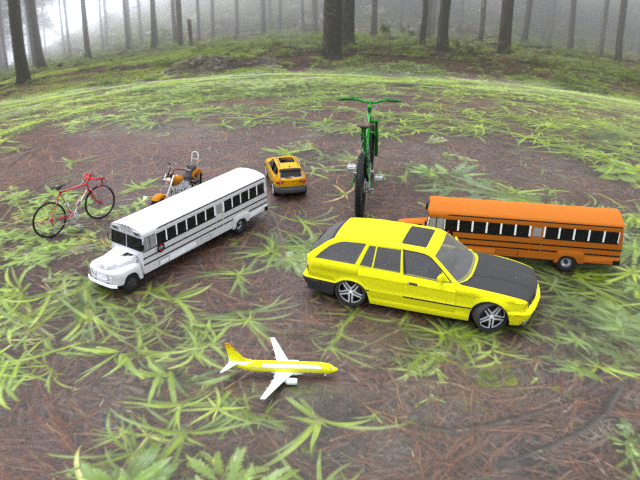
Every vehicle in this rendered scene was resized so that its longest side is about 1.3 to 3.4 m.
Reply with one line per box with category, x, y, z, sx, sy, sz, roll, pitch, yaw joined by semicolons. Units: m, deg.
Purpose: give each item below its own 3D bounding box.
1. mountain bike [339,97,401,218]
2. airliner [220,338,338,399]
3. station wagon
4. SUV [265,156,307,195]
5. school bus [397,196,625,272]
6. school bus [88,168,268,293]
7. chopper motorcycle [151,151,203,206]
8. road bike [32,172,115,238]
mountain bike;0.829;-1.567;12.505;1.114;1.688;2.857;4;26;8
airliner;-0.448;1.358;7.938;1.307;0.429;1.161;1;26;2
station wagon;1.371;0.363;9.420;3.105;0.920;1.327;9;27;18
SUV;-0.658;-1.318;13.258;0.656;0.580;1.572;-5;26;-10
school bus;2.735;-0.129;10.517;3.322;0.844;0.709;5;26;10
school bus;-2.085;-0.229;10.723;0.709;0.844;3.322;17;31;31
chopper motorcycle;-2.533;-0.999;12.397;0.466;0.761;1.563;9;28;19
road bike;-4.021;-0.594;11.462;0.358;0.852;1.545;20;32;35
